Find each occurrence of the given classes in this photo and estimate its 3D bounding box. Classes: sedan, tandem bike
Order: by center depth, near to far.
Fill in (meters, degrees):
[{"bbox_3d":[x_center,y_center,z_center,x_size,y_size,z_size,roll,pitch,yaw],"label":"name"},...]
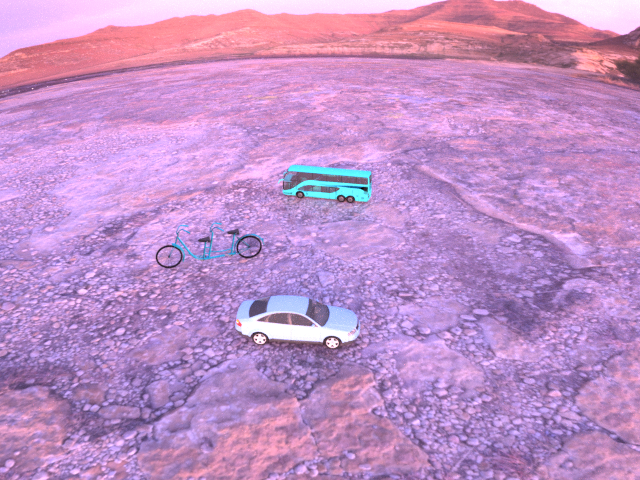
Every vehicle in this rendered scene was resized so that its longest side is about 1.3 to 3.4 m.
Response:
[{"bbox_3d":[-0.285,1.010,9.009,1.613,0.483,0.635,3,29,5],"label":"sedan"},{"bbox_3d":[-1.652,0.056,10.540,1.642,0.682,0.283,-7,30,-13],"label":"tandem bike"}]

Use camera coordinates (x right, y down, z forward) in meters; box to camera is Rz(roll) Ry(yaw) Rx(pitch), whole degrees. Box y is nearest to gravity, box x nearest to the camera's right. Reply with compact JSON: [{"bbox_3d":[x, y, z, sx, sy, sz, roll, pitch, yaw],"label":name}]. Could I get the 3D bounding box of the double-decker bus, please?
[{"bbox_3d":[0.100,-1.024,12.650,1.672,0.541,0.389,6,29,11],"label":"double-decker bus"}]
